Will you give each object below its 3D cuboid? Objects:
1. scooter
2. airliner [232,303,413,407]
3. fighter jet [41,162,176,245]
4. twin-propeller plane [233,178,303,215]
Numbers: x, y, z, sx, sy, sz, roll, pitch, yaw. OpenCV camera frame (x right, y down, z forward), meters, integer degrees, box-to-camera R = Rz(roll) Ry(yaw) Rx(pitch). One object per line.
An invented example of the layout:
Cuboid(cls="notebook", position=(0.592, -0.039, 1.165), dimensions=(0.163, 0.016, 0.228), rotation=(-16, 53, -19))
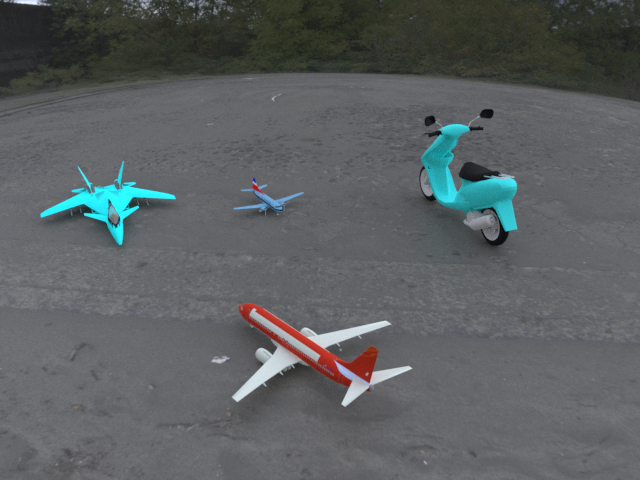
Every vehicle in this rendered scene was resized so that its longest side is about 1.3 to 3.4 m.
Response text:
Cuboid(cls="scooter", position=(2.360, -1.121, 11.386), dimensions=(1.288, 1.786, 2.721), rotation=(-10, 28, -20))
Cuboid(cls="airliner", position=(-0.211, 1.064, 7.997), dimensions=(2.257, 0.835, 2.541), rotation=(-20, 33, -36))
Cuboid(cls="fighter jet", position=(-3.529, -0.622, 11.766), dimensions=(2.229, 0.557, 2.640), rotation=(-10, 28, -19))
Cuboid(cls="twin-propeller plane", position=(-0.929, -0.747, 12.192), dimensions=(1.370, 0.407, 1.095), rotation=(-15, 30, -28))
